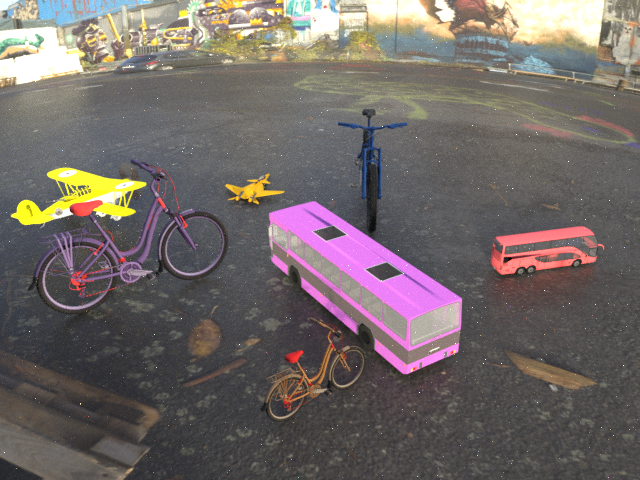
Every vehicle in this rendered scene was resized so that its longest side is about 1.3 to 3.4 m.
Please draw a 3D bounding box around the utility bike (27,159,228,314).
[{"bbox_3d":[-2.584,-0.091,9.444,2.791,1.839,1.039,-16,32,-28],"label":"utility bike"}]

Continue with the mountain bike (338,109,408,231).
[{"bbox_3d":[0.848,-1.367,12.031,1.114,1.688,2.857,0,28,1],"label":"mountain bike"}]

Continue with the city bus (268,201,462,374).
[{"bbox_3d":[0.454,0.534,9.268,0.926,0.894,3.255,-16,32,-28],"label":"city bus"}]

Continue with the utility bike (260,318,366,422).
[{"bbox_3d":[-0.078,1.377,7.611,1.435,0.946,0.535,-20,34,-33],"label":"utility bike"}]

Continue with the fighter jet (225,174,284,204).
[{"bbox_3d":[-1.175,-1.059,12.951,1.147,0.286,1.358,8,29,15],"label":"fighter jet"}]

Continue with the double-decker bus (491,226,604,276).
[{"bbox_3d":[3.362,0.151,10.377,1.672,0.541,0.389,-7,29,-13],"label":"double-decker bus"}]

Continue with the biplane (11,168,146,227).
[{"bbox_3d":[-3.924,-0.647,11.422,2.598,0.981,2.120,22,35,35],"label":"biplane"}]
